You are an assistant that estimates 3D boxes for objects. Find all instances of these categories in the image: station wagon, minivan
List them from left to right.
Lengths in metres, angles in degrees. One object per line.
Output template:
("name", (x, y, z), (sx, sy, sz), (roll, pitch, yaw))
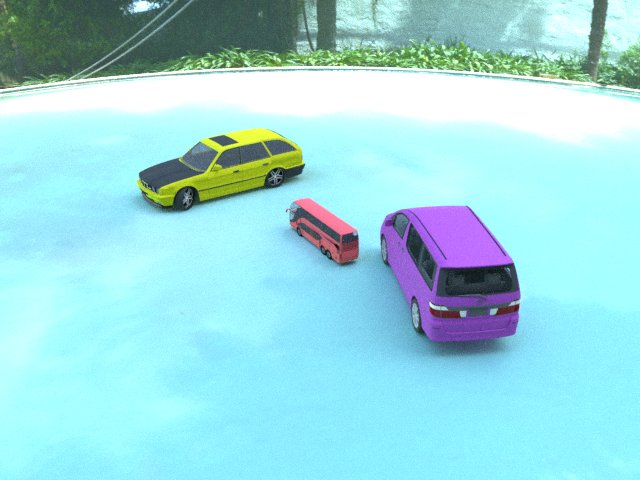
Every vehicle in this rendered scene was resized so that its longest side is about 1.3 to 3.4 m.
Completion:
("station wagon", (-1.819, -1.396, 12.912), (3.105, 0.920, 1.327), (-17, 31, -31))
("minivan", (1.626, 0.189, 9.359), (1.324, 1.197, 3.011), (-3, 26, -7))

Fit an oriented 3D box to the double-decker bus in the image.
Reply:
("double-decker bus", (0.026, -0.180, 10.861), (0.389, 0.541, 1.672), (-14, 30, -27))
